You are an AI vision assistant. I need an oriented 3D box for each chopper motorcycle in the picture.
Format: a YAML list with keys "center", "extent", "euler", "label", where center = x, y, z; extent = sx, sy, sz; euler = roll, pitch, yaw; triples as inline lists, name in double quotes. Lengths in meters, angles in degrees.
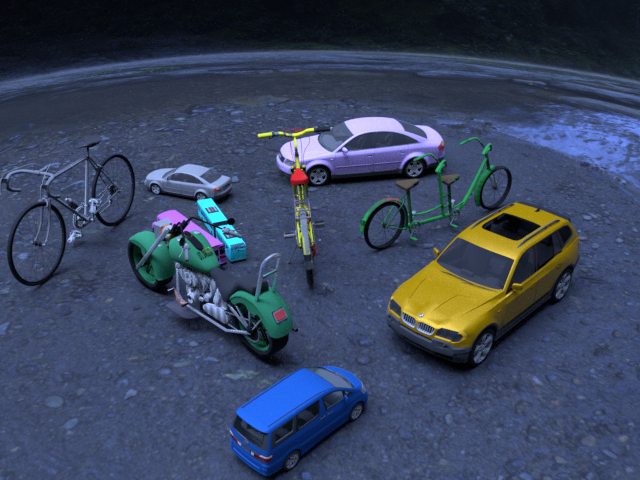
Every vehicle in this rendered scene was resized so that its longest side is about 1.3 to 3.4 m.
- center: [-1.474, 0.350, 8.613]
  extent: [3.040, 1.480, 0.906]
  euler: [25, 37, 38]
  label: "chopper motorcycle"

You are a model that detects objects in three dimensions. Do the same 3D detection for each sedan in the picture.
- center: [-2.319, -1.048, 12.222]
  extent: [1.613, 0.483, 0.635]
  euler: [11, 30, 19]
  label: "sedan"
- center: [0.755, -1.722, 12.981]
  extent: [3.137, 0.940, 1.235]
  euler: [-6, 29, -10]
  label: "sedan"

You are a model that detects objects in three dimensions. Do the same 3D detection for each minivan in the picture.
- center: [-0.170, 1.692, 7.053]
  extent: [0.681, 0.616, 1.548]
  euler: [25, 37, 37]
  label: "minivan"

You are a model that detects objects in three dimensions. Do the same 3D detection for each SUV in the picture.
- center: [2.147, 0.417, 8.857]
  extent: [1.276, 1.128, 3.058]
  euler: [25, 38, 38]
  label: "SUV"

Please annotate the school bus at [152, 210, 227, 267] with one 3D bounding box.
- center: [-1.993, -0.036, 10.416]
  extent: [0.365, 0.434, 1.708]
  euler: [-21, 35, -33]
  label: "school bus"

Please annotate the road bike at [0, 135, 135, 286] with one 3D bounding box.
- center: [-3.530, -0.583, 10.143]
  extent: [0.697, 1.656, 3.004]
  euler: [9, 30, 16]
  label: "road bike"

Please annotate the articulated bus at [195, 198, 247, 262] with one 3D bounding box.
- center: [-1.540, -0.182, 10.835]
  extent: [0.311, 0.289, 1.749]
  euler: [-12, 31, -21]
  label: "articulated bus"

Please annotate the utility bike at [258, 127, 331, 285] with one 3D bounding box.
- center: [-0.342, -0.619, 10.018]
  extent: [1.039, 1.839, 2.791]
  euler: [-2, 29, -3]
  label: "utility bike"

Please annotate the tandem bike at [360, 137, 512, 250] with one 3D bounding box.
- center: [1.891, -0.766, 10.824]
  extent: [3.192, 1.326, 0.550]
  euler: [-18, 34, -30]
  label: "tandem bike"
